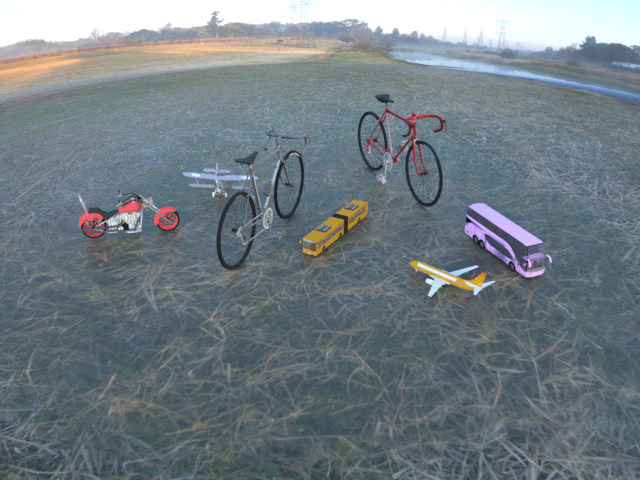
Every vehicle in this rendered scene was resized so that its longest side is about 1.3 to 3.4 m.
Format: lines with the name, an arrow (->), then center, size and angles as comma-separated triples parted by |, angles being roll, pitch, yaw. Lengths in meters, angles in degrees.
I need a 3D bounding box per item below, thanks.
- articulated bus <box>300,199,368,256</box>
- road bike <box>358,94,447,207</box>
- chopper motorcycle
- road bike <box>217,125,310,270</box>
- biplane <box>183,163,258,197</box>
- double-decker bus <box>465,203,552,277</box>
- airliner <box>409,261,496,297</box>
articulated bus -> 0.265, -0.226, 11.307 | 0.311, 0.289, 1.749 | 15, 31, 27
road bike -> 1.403, -1.755, 12.765 | 0.697, 1.656, 3.004 | -12, 30, -22
chopper motorcycle -> -3.056, -0.433, 11.193 | 1.563, 0.761, 0.466 | -8, 28, -15
road bike -> -0.854, -0.746, 10.826 | 0.697, 1.656, 3.004 | 11, 29, 20
biplane -> -1.810, -1.093, 12.739 | 1.336, 0.504, 1.090 | -6, 28, -12
double-decker bus -> 2.797, -0.001, 10.601 | 0.389, 0.541, 1.672 | -11, 30, -21
airliner -> 1.782, 0.437, 9.880 | 1.307, 0.429, 1.161 | 25, 36, 39
